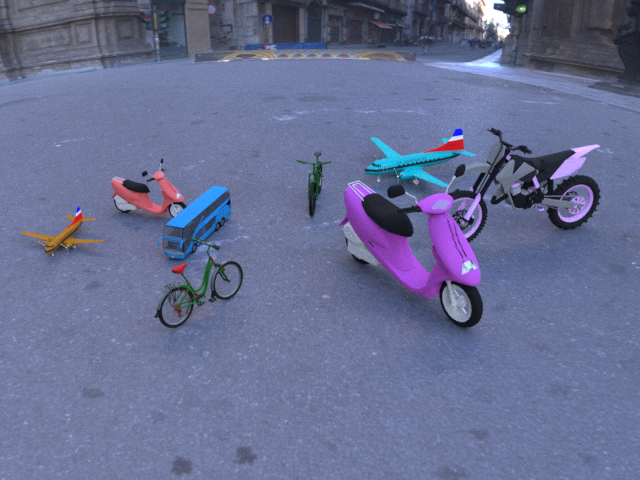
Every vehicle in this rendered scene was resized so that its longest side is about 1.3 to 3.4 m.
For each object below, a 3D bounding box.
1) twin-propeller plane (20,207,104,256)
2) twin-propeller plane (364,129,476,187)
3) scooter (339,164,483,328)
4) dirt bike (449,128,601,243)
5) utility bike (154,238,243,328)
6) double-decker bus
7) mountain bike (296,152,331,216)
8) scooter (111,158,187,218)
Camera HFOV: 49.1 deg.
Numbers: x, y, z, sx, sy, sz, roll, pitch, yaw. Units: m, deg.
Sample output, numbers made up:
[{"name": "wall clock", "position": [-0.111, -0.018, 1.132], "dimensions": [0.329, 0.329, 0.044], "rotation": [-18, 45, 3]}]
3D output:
[{"name": "twin-propeller plane", "position": [-3.864, -0.122, 10.592], "dimensions": [1.370, 0.407, 1.095], "rotation": [6, 29, 11]}, {"name": "twin-propeller plane", "position": [1.764, -1.550, 12.869], "dimensions": [2.129, 0.792, 2.663], "rotation": [-12, 30, -21]}, {"name": "scooter", "position": [1.137, -0.122, 9.120], "dimensions": [1.288, 1.786, 2.721], "rotation": [-19, 33, -31]}, {"name": "dirt bike", "position": [3.016, -0.771, 10.470], "dimensions": [2.903, 1.666, 1.024], "rotation": [-9, 29, -16]}, {"name": "utility bike", "position": [-1.557, 0.493, 8.858], "dimensions": [0.535, 0.946, 1.435], "rotation": [23, 35, 36]}, {"name": "double-decker bus", "position": [-1.874, -0.271, 10.729], "dimensions": [0.389, 0.541, 1.672], "rotation": [10, 29, 17]}, {"name": "mountain bike", "position": [-0.072, -1.022, 11.793], "dimensions": [0.573, 0.868, 1.469], "rotation": [3, 28, 6]}, {"name": "scooter", "position": [-2.797, -0.803, 11.327], "dimensions": [1.399, 0.919, 0.662], "rotation": [8, 29, 15]}]
